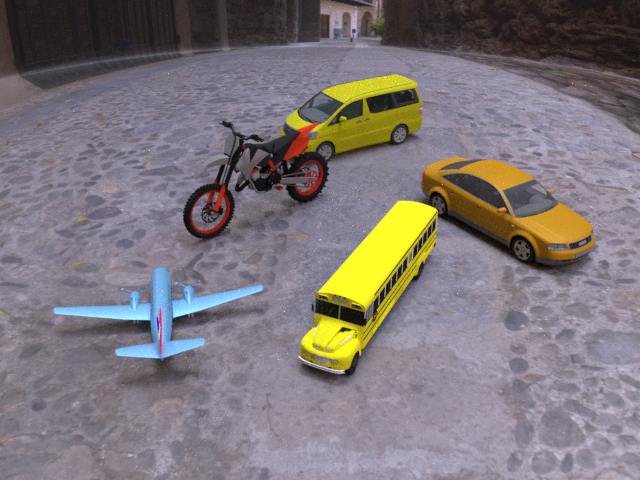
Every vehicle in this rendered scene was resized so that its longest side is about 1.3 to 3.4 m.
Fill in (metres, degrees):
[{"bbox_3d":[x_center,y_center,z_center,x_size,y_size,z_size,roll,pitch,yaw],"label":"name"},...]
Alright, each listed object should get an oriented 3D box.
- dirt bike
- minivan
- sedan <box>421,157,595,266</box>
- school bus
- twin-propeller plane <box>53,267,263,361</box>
[{"bbox_3d":[-0.961,-1.082,11.273,2.903,1.666,1.024,-23,37,-35],"label":"dirt bike"},{"bbox_3d":[0.638,-2.517,14.253,3.011,1.197,1.324,-17,34,-27],"label":"minivan"},{"bbox_3d":[2.942,-0.618,11.194,1.235,0.940,3.137,-19,35,-29],"label":"sedan"},{"bbox_3d":[0.723,0.528,9.289,0.709,0.844,3.322,14,33,23],"label":"school bus"},{"bbox_3d":[-2.021,0.799,8.869,2.663,0.792,2.129,-6,30,-10],"label":"twin-propeller plane"}]
